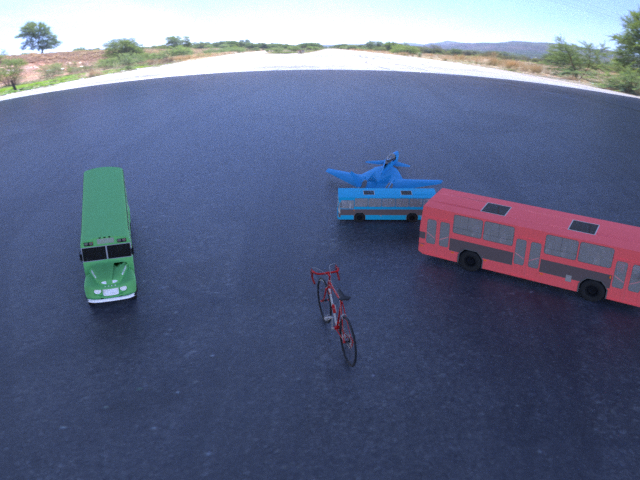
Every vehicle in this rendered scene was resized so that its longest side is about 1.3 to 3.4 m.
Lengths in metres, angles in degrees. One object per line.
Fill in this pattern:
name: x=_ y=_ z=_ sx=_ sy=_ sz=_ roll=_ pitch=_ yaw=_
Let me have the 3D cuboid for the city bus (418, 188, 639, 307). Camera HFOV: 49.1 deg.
city bus: x=3.089 y=0.091 z=10.036 sx=3.255 sy=0.894 sz=0.926 roll=14 pitch=30 yaw=26

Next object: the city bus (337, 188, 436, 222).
city bus: x=1.128 y=-0.590 z=11.863 sx=1.674 sy=0.460 sz=0.476 roll=0 pitch=27 yaw=1

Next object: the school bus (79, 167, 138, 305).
school bus: x=-3.207 y=-0.148 z=10.565 sx=0.709 sy=0.844 sz=3.322 roll=-7 pitch=28 yaw=-14

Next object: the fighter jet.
fighter jet: x=1.258 y=-1.431 z=13.417 sx=2.229 sy=0.557 sz=2.640 roll=7 pitch=28 yaw=14

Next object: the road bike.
road bike: x=0.191 y=0.870 z=8.543 sx=0.358 sy=0.852 sz=1.545 roll=-8 pitch=28 yaw=-15
